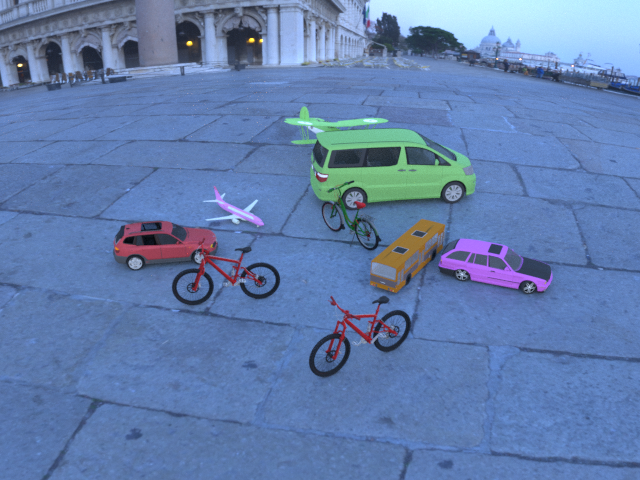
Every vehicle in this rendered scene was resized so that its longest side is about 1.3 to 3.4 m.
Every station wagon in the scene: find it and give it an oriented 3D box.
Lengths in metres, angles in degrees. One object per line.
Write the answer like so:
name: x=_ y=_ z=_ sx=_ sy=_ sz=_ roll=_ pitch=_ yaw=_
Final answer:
station wagon: x=2.558 y=0.341 z=10.165 sx=1.597 sy=0.473 sz=0.682 roll=11 pitch=29 yaw=20

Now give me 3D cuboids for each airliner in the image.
airliner: x=-1.411 y=-0.565 z=12.008 sx=1.307 sy=0.429 sz=1.161 roll=23 pitch=35 yaw=38

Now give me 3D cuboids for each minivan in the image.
minivan: x=1.347 y=-1.366 z=12.744 sx=3.011 sy=1.197 sz=1.324 roll=-4 pitch=27 yaw=-8

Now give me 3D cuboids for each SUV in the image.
SUV: x=-2.351 y=0.028 z=10.667 sx=1.572 sy=0.580 sz=0.656 roll=-5 pitch=27 yaw=-9

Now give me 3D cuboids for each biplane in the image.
biplane: x=0.199 y=-2.335 z=14.905 sx=2.598 sy=0.981 sz=2.120 roll=-18 pitch=32 yaw=-32

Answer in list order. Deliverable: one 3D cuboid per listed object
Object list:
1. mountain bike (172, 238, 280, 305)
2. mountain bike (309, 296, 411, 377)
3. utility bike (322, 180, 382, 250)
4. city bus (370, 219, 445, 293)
mountain bike: x=-1.274 y=0.459 z=9.492 sx=1.469 sy=0.868 sz=0.573 roll=-5 pitch=27 yaw=-9
mountain bike: x=0.496 y=1.084 z=8.255 sx=1.469 sy=0.868 sz=0.573 roll=-16 pitch=31 yaw=-29
utility bike: x=0.441 y=-0.393 z=11.096 sx=0.535 sy=0.946 sz=1.435 roll=-20 pitch=33 yaw=-34
city bus: x=1.328 y=0.229 z=10.401 sx=0.476 sy=0.460 sz=1.674 roll=16 pitch=31 yaw=29
